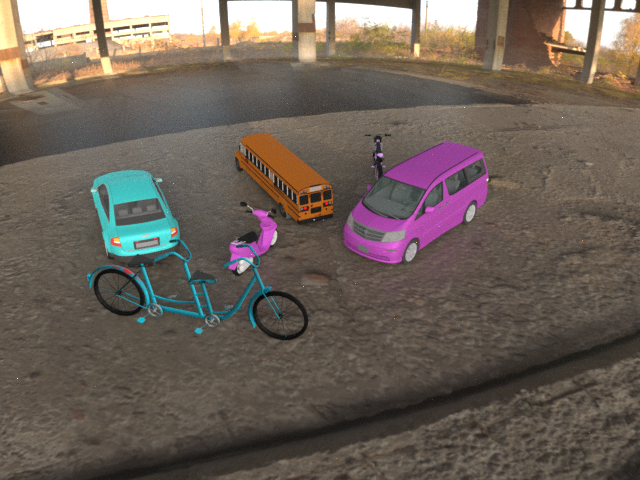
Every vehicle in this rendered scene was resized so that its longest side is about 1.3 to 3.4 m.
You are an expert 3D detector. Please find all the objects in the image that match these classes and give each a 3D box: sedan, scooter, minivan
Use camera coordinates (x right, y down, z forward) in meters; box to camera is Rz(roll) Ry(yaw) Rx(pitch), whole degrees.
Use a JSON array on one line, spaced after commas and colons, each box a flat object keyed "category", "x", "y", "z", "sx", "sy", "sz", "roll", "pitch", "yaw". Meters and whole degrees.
[{"category": "sedan", "x": -3.228, "y": -0.615, "z": 12.016, "sx": 1.235, "sy": 0.940, "sz": 3.137, "roll": -11, "pitch": 31, "yaw": -19}, {"category": "scooter", "x": -1.035, "y": -0.070, "z": 11.054, "sx": 0.662, "sy": 0.919, "sz": 1.399, "roll": 13, "pitch": 32, "yaw": 23}, {"category": "minivan", "x": 1.672, "y": -0.680, "z": 11.867, "sx": 1.324, "sy": 1.197, "sz": 3.011, "roll": 23, "pitch": 36, "yaw": 35}]

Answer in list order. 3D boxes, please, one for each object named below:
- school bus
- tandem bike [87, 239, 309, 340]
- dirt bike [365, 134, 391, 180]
[{"category": "school bus", "x": -0.795, "y": -1.268, "z": 13.294, "sx": 0.709, "sy": 0.844, "sz": 3.322, "roll": -13, "pitch": 32, "yaw": -23}, {"category": "tandem bike", "x": -1.697, "y": 0.625, "z": 9.380, "sx": 3.192, "sy": 1.326, "sz": 0.550, "roll": 7, "pitch": 30, "yaw": 12}, {"category": "dirt bike", "x": 1.151, "y": -1.647, "z": 13.965, "sx": 0.527, "sy": 0.857, "sz": 1.493, "roll": 0, "pitch": 29, "yaw": 0}]
